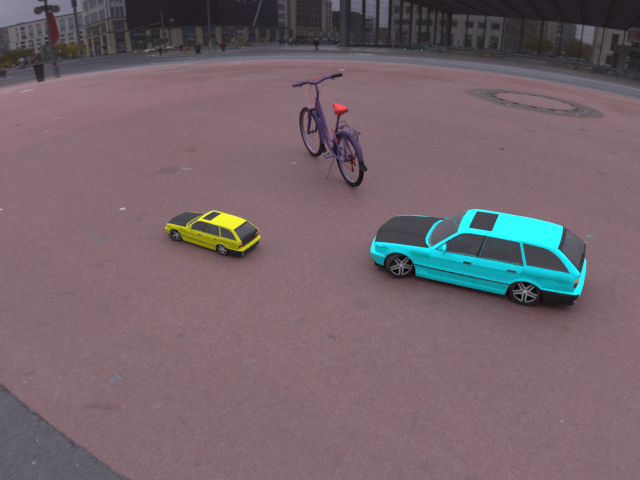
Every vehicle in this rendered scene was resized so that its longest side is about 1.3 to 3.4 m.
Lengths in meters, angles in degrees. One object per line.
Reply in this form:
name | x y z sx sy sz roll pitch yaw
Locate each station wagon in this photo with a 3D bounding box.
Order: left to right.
station wagon | -1.759 -0.192 11.316 1.597 0.473 0.682 15 33 26
station wagon | 2.303 0.100 10.327 3.105 0.920 1.327 12 31 20

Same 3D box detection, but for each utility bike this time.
utility bike | 0.109 -2.158 13.455 1.039 1.839 2.791 -13 32 -23
